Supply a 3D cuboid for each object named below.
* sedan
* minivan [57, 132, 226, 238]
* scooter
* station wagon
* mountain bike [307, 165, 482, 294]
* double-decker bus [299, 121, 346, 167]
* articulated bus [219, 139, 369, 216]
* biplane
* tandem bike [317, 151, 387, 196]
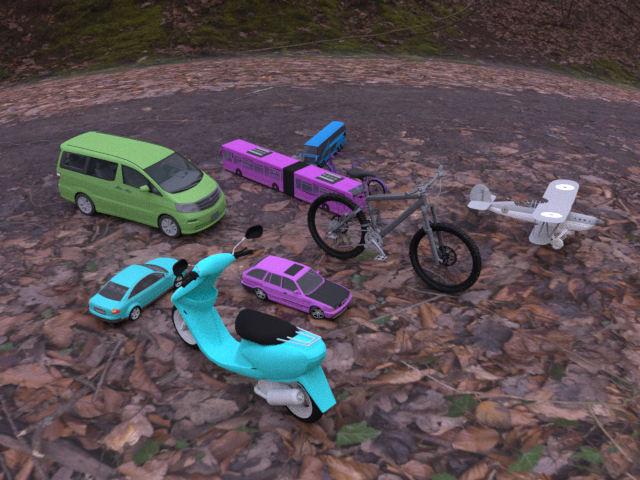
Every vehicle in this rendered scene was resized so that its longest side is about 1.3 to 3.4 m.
[{"bbox_3d":[-2.536,0.616,9.875,0.635,0.483,1.613,15,32,25],"label":"sedan"},{"bbox_3d":[-3.082,-1.004,12.064,3.011,1.197,1.324,14,32,23],"label":"minivan"},{"bbox_3d":[-0.890,0.916,7.988,2.721,1.786,1.288,24,37,36],"label":"scooter"},{"bbox_3d":[-0.331,0.626,9.867,1.597,0.473,0.682,16,33,27],"label":"station wagon"},{"bbox_3d":[1.013,-0.234,10.166,2.857,1.688,1.114,17,33,28],"label":"mountain bike"},{"bbox_3d":[0.082,-1.935,14.422,0.389,0.541,1.672,12,31,20],"label":"double-decker bus"},{"bbox_3d":[-0.557,-1.192,13.060,3.401,0.561,0.605,24,37,36],"label":"articulated bus"},{"bbox_3d":[3.470,-0.462,11.308,2.120,0.981,2.598,13,31,22],"label":"biplane"},{"bbox_3d":[0.567,-1.213,12.974,1.642,0.682,0.283,22,36,34],"label":"tandem bike"}]
